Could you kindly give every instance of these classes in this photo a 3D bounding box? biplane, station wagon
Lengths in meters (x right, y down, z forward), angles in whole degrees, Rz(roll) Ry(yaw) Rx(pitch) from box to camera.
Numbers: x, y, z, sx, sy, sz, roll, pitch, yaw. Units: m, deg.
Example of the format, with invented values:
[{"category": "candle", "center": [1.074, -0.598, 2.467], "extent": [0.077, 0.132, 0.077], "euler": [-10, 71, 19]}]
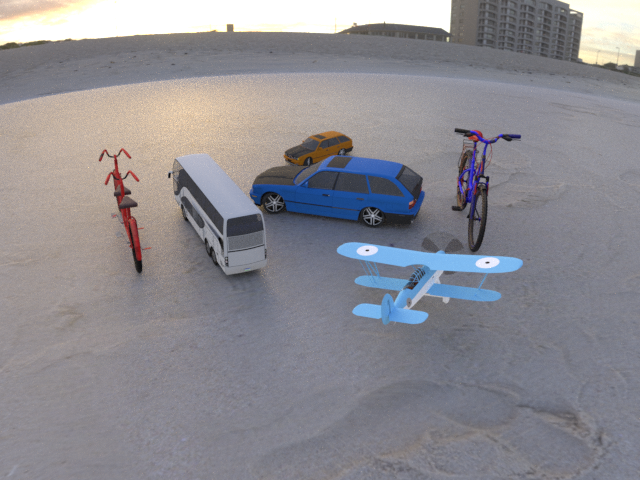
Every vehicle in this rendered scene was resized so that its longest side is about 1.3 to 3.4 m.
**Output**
[{"category": "biplane", "center": [1.242, 0.589, 9.297], "extent": [2.598, 0.981, 2.120], "euler": [14, 30, 26]}, {"category": "station wagon", "center": [-0.036, -1.986, 15.024], "extent": [1.597, 0.473, 0.682], "euler": [-21, 33, -35]}, {"category": "station wagon", "center": [0.279, -0.979, 12.506], "extent": [3.105, 0.920, 1.327], "euler": [8, 28, 16]}]

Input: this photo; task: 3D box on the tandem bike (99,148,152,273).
[{"category": "tandem bike", "center": [-3.164, -0.608, 11.308], "extent": [0.550, 1.326, 3.192], "euler": [-10, 28, -18]}]

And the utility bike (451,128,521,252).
[{"category": "utility bike", "center": [2.647, -1.065, 11.649], "extent": [1.039, 1.839, 2.791], "euler": [2, 27, 3]}]

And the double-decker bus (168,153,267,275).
[{"category": "double-decker bus", "center": [-1.735, -0.538, 11.475], "extent": [0.756, 1.052, 3.251], "euler": [-12, 29, -22]}]
